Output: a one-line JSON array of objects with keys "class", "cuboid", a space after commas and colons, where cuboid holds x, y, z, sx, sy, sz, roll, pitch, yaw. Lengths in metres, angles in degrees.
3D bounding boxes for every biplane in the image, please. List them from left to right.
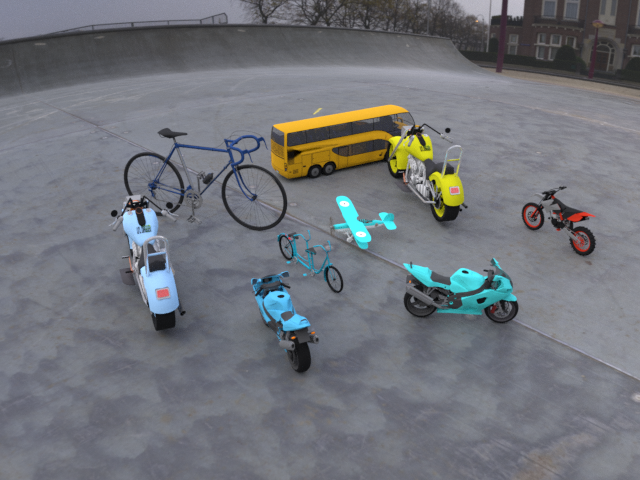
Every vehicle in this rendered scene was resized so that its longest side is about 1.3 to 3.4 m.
[{"class": "biplane", "cuboid": [0.683, -0.237, 11.263, 1.090, 0.504, 1.336, -7, 28, -14]}]

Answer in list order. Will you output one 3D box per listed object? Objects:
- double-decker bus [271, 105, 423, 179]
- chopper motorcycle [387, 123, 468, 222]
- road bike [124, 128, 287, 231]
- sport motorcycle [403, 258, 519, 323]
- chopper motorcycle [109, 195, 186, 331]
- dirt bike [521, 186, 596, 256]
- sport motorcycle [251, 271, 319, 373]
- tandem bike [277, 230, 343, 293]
[{"class": "double-decker bus", "cuboid": [0.565, -2.015, 14.144, 3.251, 1.052, 0.756, -15, 31, -27]}, {"class": "chopper motorcycle", "cuboid": [1.819, -1.429, 12.525, 0.906, 1.480, 3.040, -7, 28, -13]}, {"class": "road bike", "cuboid": [-1.954, -1.035, 11.558, 3.004, 1.656, 0.697, 8, 28, 16]}, {"class": "sport motorcycle", "cuboid": [1.830, 0.679, 9.117, 1.520, 0.821, 0.506, 4, 27, 8]}, {"class": "chopper motorcycle", "cuboid": [-2.414, 0.037, 9.651, 0.906, 1.480, 3.040, -10, 29, -19]}, {"class": "dirt bike", "cuboid": [3.782, -0.358, 11.111, 0.527, 0.857, 1.493, -15, 31, -27]}, {"class": "sport motorcycle", "cuboid": [-0.459, 0.963, 8.561, 0.506, 0.821, 1.520, -12, 29, -22]}, {"class": "tandem bike", "cuboid": [-0.165, 0.203, 10.205, 0.283, 0.682, 1.642, -18, 32, -32]}]
